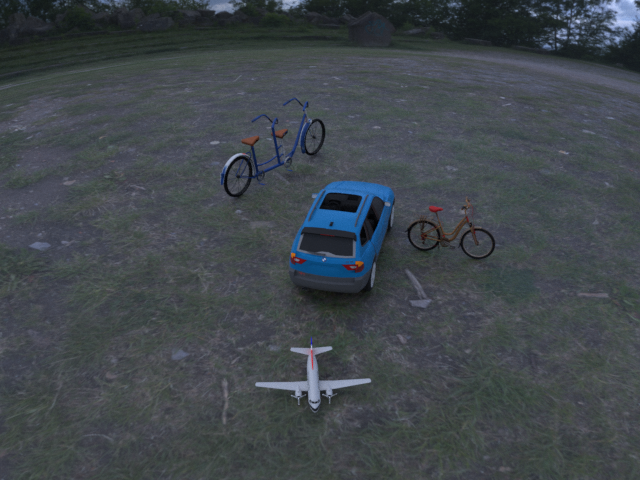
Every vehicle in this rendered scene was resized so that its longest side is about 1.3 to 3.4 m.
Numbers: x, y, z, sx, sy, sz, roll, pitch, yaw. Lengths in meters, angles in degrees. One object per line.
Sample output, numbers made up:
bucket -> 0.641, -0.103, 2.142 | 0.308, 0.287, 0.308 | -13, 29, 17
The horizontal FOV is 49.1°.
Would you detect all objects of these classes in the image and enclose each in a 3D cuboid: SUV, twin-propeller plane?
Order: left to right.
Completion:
twin-propeller plane -> -0.083, 1.612, 8.359 | 1.370, 0.407, 1.095 | -1, 30, -3
SUV -> 0.405, -0.272, 10.899 | 1.276, 1.128, 3.058 | 7, 31, 12

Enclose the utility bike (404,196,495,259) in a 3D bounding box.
utility bike -> 2.050, -0.217, 10.985 | 1.435, 0.946, 0.535 | 9, 31, 16

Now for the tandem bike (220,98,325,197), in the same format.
tandem bike -> -0.832, -1.858, 13.446 | 0.550, 1.326, 3.192 | 20, 35, 30
